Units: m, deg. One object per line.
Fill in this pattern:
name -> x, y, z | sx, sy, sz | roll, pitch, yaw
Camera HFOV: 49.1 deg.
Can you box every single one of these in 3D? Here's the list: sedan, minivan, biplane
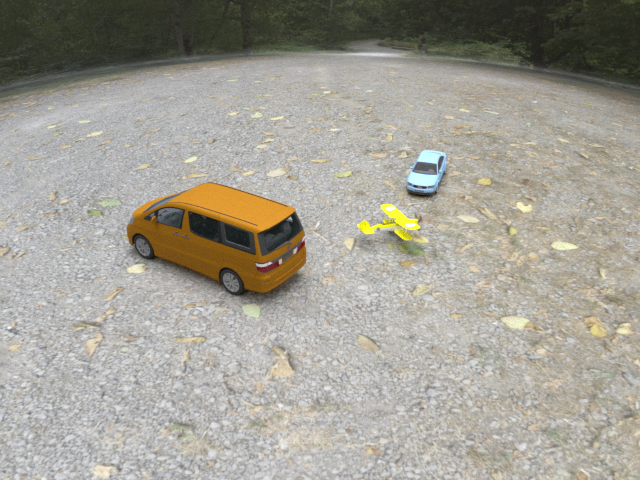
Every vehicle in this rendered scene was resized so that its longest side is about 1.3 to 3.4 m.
sedan -> 2.091, -1.371, 13.635 | 0.635, 0.483, 1.613 | 9, 31, 15
minivan -> -1.686, -0.180, 10.825 | 3.011, 1.197, 1.324 | 18, 35, 29
biplane -> 1.164, -0.246, 11.639 | 1.090, 0.504, 1.336 | -8, 31, -14
